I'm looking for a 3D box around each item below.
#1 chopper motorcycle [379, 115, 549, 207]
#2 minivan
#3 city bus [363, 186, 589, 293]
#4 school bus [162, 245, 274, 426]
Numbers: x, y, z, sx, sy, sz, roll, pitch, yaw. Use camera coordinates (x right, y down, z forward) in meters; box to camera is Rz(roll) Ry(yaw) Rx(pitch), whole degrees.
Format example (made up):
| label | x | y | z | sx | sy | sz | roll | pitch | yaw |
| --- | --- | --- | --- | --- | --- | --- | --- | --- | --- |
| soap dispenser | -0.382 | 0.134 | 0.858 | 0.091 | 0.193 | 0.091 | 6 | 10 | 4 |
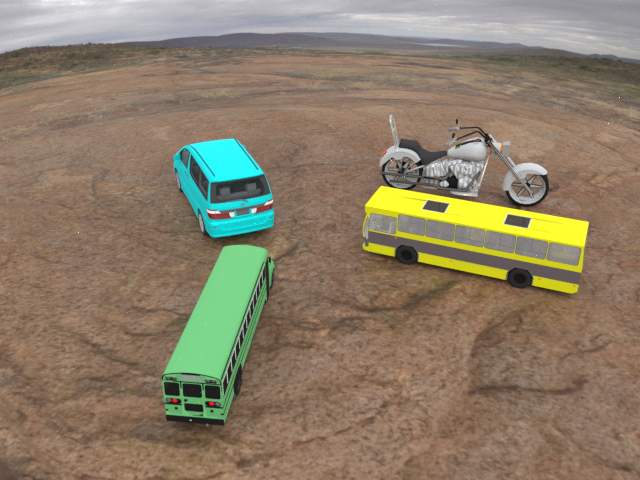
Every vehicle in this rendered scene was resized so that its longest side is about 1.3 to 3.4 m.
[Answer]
| label | x | y | z | sx | sy | sz | roll | pitch | yaw |
| --- | --- | --- | --- | --- | --- | --- | --- | --- | --- |
| chopper motorcycle | 2.585 | -1.424 | 12.570 | 3.040 | 1.480 | 0.906 | 7 | 30 | 12 |
| minivan | -1.775 | -1.111 | 12.303 | 1.324 | 1.197 | 3.011 | -11 | 31 | -19 |
| city bus | 2.312 | -0.010 | 10.664 | 3.255 | 0.894 | 0.926 | 12 | 32 | 20 |
| school bus | -1.174 | 0.975 | 8.975 | 0.709 | 0.844 | 3.322 | 3 | 30 | 6 |
